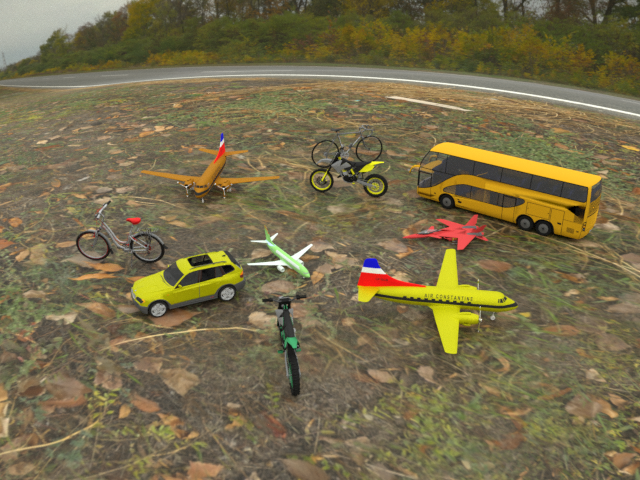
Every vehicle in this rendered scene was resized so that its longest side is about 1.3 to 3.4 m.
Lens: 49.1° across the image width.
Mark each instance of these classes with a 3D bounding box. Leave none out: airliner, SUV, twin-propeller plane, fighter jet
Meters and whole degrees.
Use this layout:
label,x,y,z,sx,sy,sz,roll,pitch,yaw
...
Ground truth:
label,x,y,z,sx,sy,sz,roll,pitch,yaw
airliner,-0.521,0.187,10.626,1.161,0.429,1.307,-17,31,-30
SUV,-1.826,0.563,9.715,1.572,0.580,0.656,-12,29,-22
twin-propeller plane,1.554,0.661,9.287,2.129,0.792,2.663,4,27,8
fighter jet,2.017,-0.160,11.473,1.358,0.286,1.147,-4,27,-8
twin-propeller plane,-2.053,-1.373,13.313,2.663,0.792,2.129,3,27,6

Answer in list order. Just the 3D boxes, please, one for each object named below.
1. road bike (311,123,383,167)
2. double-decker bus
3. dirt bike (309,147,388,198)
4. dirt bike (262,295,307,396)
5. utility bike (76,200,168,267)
label,x,y,z,sx,sy,sz,roll,pitch,yaw
road bike,0.565,-1.933,14.356,1.545,0.852,0.358,-8,28,-15
double-decker bus,3.130,-0.910,12.109,3.251,1.052,0.756,19,33,33
dirt bike,0.526,-1.231,12.960,1.493,0.857,0.527,6,27,12
dirt bike,-0.391,1.127,8.291,0.527,0.857,1.493,-4,27,-9
utility bike,-3.023,-0.053,10.529,1.435,0.946,0.535,2,27,4
